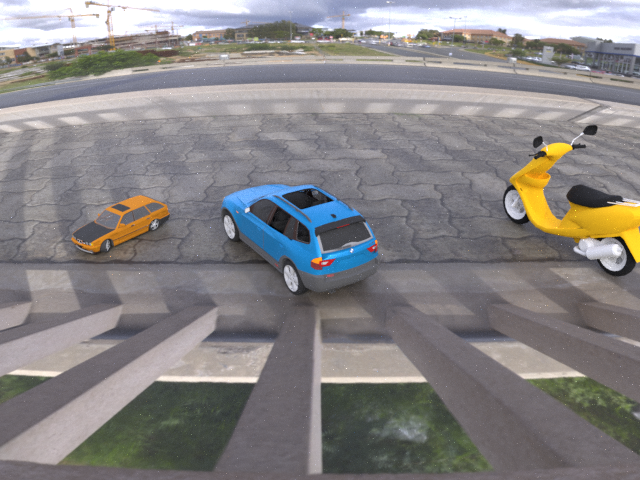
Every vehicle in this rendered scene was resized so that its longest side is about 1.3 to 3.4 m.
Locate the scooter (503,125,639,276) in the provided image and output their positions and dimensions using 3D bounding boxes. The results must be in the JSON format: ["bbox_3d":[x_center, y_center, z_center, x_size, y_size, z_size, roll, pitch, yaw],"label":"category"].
[{"bbox_3d":[3.755,-0.679,10.412,1.288,1.786,2.721,-14,31,-26],"label":"scooter"}]

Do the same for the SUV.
[{"bbox_3d":[-0.373,-0.253,10.305,1.276,1.128,3.058,-16,32,-29],"label":"SUV"}]

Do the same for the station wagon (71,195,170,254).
[{"bbox_3d":[-3.156,-0.291,11.092,0.682,0.473,1.597,19,33,32],"label":"station wagon"}]
